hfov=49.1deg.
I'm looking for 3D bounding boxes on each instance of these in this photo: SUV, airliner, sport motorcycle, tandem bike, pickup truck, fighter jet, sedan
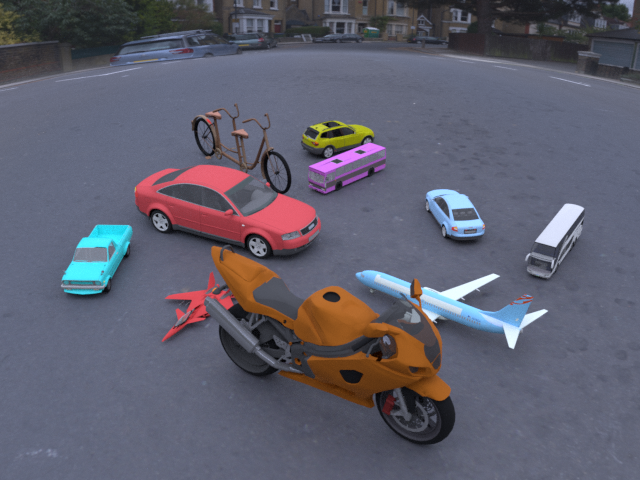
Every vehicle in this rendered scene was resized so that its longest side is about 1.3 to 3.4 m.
[{"bbox_3d":[0.375,-2.115,14.186,1.572,0.580,0.656,-18,34,-29],"label":"SUV"},{"bbox_3d":[1.487,0.653,8.883,2.541,0.835,2.257,21,35,33],"label":"airliner"},{"bbox_3d":[0.062,1.070,7.333,2.955,1.596,0.983,17,33,28],"label":"sport motorcycle"},{"bbox_3d":[-1.529,-1.855,12.937,0.550,1.326,3.192,-22,36,-35],"label":"tandem bike"},{"bbox_3d":[-3.171,0.204,10.036,0.640,0.511,1.603,1,29,1],"label":"pickup truck"},{"bbox_3d":[-1.605,0.880,9.039,1.147,0.286,1.358,15,32,25],"label":"fighter jet"},{"bbox_3d":[-1.475,-0.574,11.006,3.137,0.940,1.235,14,32,24],"label":"sedan"},{"bbox_3d":[2.165,-0.495,11.337,0.635,0.483,1.613,-4,29,-8],"label":"sedan"}]

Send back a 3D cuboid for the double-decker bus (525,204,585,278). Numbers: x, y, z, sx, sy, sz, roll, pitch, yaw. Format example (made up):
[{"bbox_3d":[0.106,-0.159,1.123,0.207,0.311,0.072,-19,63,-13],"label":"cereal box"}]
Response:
[{"bbox_3d":[3.503,0.010,10.358,0.389,0.541,1.672,18,33,29],"label":"double-decker bus"}]

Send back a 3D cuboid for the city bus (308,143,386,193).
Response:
[{"bbox_3d":[0.517,-1.316,12.856,0.476,0.460,1.674,25,38,38],"label":"city bus"}]
